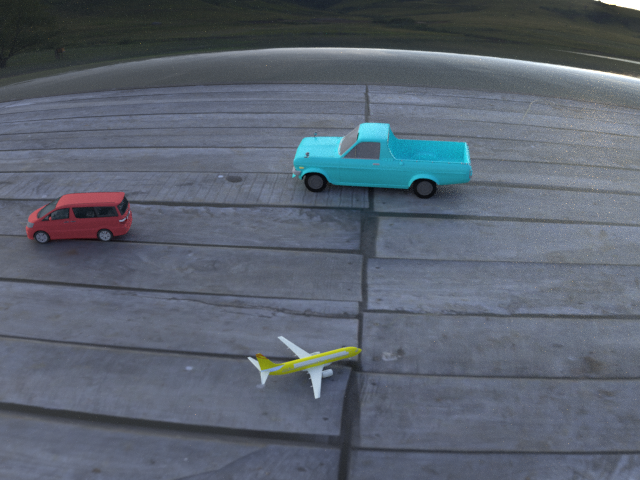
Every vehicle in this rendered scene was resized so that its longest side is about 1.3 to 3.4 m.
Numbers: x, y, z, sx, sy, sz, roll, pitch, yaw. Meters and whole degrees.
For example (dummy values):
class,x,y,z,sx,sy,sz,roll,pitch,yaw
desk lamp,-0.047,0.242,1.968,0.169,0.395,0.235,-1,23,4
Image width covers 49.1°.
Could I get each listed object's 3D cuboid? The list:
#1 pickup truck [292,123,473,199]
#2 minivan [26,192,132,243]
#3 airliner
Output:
class,x,y,z,sx,sy,sz,roll,pitch,yaw
pickup truck,1.082,-1.459,12.240,3.117,0.993,1.244,4,29,6
minivan,-3.688,-0.365,10.668,1.548,0.616,0.681,-2,29,-3
airliner,-0.116,1.301,7.876,1.307,0.429,1.161,-12,31,-20
